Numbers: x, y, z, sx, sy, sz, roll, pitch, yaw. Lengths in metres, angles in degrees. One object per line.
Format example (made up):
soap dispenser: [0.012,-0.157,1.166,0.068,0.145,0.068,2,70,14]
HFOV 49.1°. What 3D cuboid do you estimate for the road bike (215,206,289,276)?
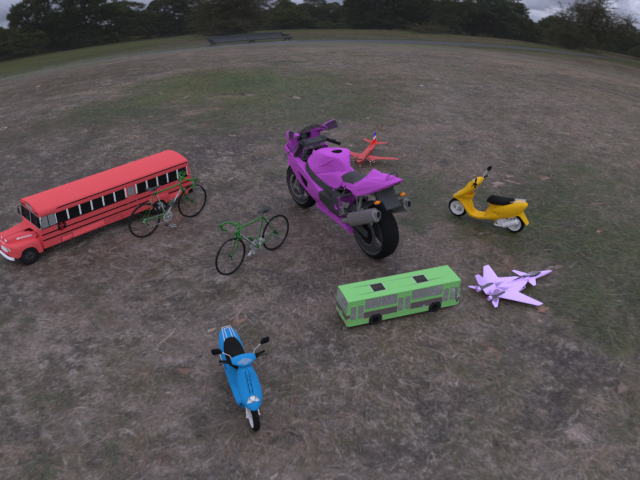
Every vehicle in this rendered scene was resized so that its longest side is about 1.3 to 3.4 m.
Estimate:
road bike: [-1.008,-0.045,10.595,0.358,0.852,1.545,24,38,35]

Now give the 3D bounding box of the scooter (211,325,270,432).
scooter: [-0.924,1.444,8.018,0.662,0.919,1.399,-11,32,-18]

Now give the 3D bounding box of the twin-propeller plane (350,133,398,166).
twin-propeller plane: [0.942,-1.793,13.978,1.370,0.407,1.095,12,33,20]

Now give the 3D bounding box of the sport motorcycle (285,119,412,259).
sport motorcycle: [0.298,-0.857,11.233,0.983,1.596,2.955,-19,36,-29]

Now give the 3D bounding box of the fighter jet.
fighter jet: [2.873,0.553,10.140,1.358,0.286,1.147,-16,34,-25]

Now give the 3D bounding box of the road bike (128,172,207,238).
road bike: [-2.498,-0.598,11.527,0.358,0.852,1.545,26,40,37]

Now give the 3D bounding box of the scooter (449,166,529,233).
scooter: [2.799,-0.665,11.574,1.399,0.919,0.662,19,36,29]

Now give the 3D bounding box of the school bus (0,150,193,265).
school bus: [-3.665,-0.599,11.536,3.322,0.844,0.709,-27,40,-37]

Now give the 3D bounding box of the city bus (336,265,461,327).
city bus: [1.079,0.778,9.591,1.674,0.460,0.476,-10,32,-16]
